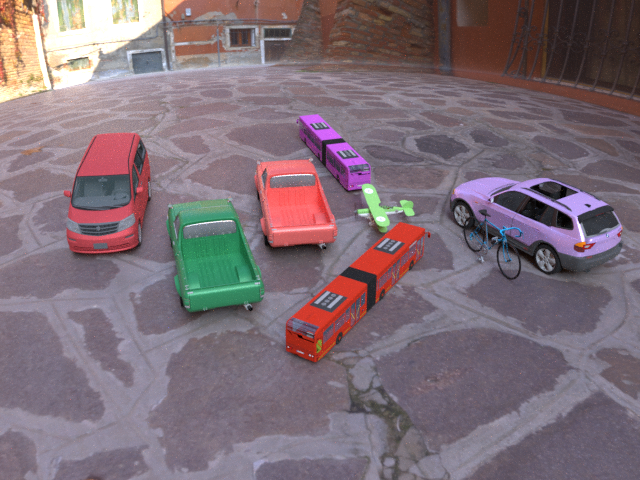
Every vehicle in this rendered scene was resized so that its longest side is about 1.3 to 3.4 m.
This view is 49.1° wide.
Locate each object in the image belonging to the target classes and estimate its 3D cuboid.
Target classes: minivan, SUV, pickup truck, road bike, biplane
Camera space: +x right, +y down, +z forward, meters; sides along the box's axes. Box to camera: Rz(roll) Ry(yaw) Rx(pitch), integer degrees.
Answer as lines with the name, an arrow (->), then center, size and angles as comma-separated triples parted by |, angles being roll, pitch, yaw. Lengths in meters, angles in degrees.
minivan -> -3.707, -0.884, 12.404 | 1.324, 1.197, 3.011 | -3, 28, -6
SUV -> 3.539, -0.475, 11.716 | 1.276, 1.128, 3.058 | -17, 33, -29
pickup truck -> -0.488, -0.779, 12.424 | 1.244, 0.993, 3.117 | -4, 29, -8
road bike -> 2.725, 0.001, 11.124 | 0.358, 0.852, 1.545 | -11, 30, -20
biplane -> 1.134, -0.517, 12.451 | 1.090, 0.504, 1.336 | -5, 29, -9
pickup truck -> -1.689, 0.085, 10.819 | 1.244, 0.993, 3.117 | -7, 29, -13

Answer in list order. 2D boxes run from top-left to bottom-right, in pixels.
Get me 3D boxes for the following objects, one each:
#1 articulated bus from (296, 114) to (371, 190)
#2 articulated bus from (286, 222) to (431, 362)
articulated bus -> 0.251, -1.944, 15.043 | 0.605, 0.561, 3.401 | -9, 30, -16
articulated bus -> 0.640, 0.644, 10.235 | 0.605, 0.561, 3.401 | 16, 32, 27
